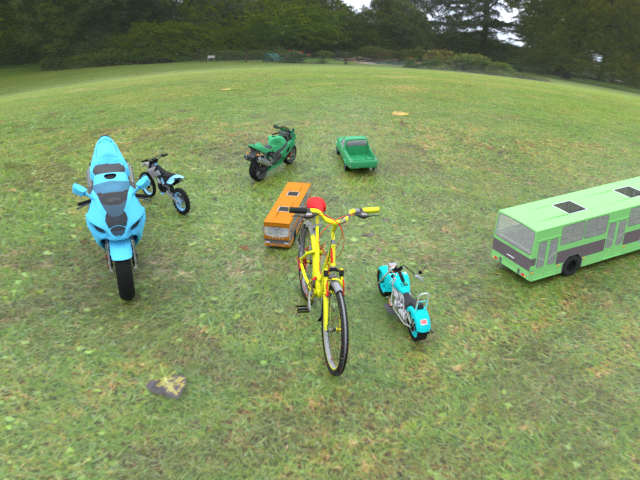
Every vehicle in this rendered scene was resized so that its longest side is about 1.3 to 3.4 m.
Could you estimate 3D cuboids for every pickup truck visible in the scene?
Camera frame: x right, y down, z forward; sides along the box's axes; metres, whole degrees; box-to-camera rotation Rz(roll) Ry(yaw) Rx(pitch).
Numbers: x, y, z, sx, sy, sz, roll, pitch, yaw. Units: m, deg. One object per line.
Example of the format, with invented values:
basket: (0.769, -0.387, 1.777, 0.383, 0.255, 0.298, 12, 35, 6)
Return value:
pickup truck: (0.725, -1.800, 14.084, 0.640, 0.511, 1.603, -4, 27, -8)

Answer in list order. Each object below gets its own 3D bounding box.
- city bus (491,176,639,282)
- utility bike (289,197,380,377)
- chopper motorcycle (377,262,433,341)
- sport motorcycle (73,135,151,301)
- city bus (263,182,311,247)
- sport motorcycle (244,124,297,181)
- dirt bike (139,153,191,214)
city bus: (4.135, -0.203, 10.495, 3.255, 0.894, 0.926, -13, 30, -24)
utility bike: (0.095, 0.268, 8.515, 1.039, 1.839, 2.791, -5, 27, -10)
chopper motorcycle: (1.048, 0.652, 8.951, 0.466, 0.761, 1.563, -7, 28, -13)
sport motorcycle: (-2.951, -0.396, 10.099, 0.983, 1.596, 2.955, -8, 28, -16)
city bus: (-0.507, -0.419, 11.405, 0.476, 0.460, 1.674, 5, 27, 10)
sport motorcycle: (-0.903, -1.702, 13.544, 0.506, 0.821, 1.520, 16, 31, 28)
dirt bike: (-2.725, -0.995, 12.106, 0.527, 0.857, 1.493, -24, 35, -39)
